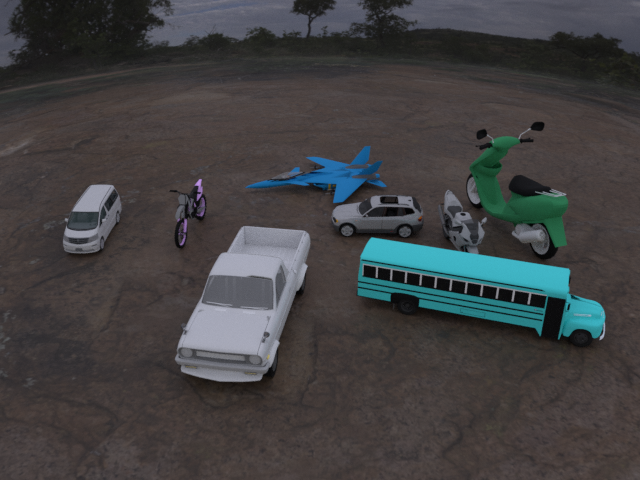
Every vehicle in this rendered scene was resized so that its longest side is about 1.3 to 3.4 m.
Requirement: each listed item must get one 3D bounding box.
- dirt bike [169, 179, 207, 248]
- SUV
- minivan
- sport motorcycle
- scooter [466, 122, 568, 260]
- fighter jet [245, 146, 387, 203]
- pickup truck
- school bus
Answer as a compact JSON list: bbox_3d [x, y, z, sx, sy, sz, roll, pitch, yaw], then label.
[{"bbox_3d":[-2.168,-0.504,11.728,0.527,0.857,1.493,4,29,8],"label":"dirt bike"},{"bbox_3d":[0.976,-0.437,11.893,1.572,0.580,0.656,1,29,2],"label":"SUV"},{"bbox_3d":[-3.811,-0.360,11.716,0.681,0.616,1.548,1,29,1],"label":"minivan"},{"bbox_3d":[2.233,-0.153,11.126,0.506,0.821,1.520,-4,29,-7],"label":"sport motorcycle"},{"bbox_3d":[3.209,-0.932,11.541,1.288,1.786,2.721,-10,30,-18],"label":"scooter"},{"bbox_3d":[-0.138,-1.297,13.477,2.640,0.557,2.229,-7,30,-12],"label":"fighter jet"},{"bbox_3d":[-0.934,0.656,9.480,1.244,0.993,3.117,5,29,8],"label":"pickup truck"},{"bbox_3d":[2.190,0.675,9.600,3.322,0.844,0.709,9,30,16],"label":"school bus"}]
